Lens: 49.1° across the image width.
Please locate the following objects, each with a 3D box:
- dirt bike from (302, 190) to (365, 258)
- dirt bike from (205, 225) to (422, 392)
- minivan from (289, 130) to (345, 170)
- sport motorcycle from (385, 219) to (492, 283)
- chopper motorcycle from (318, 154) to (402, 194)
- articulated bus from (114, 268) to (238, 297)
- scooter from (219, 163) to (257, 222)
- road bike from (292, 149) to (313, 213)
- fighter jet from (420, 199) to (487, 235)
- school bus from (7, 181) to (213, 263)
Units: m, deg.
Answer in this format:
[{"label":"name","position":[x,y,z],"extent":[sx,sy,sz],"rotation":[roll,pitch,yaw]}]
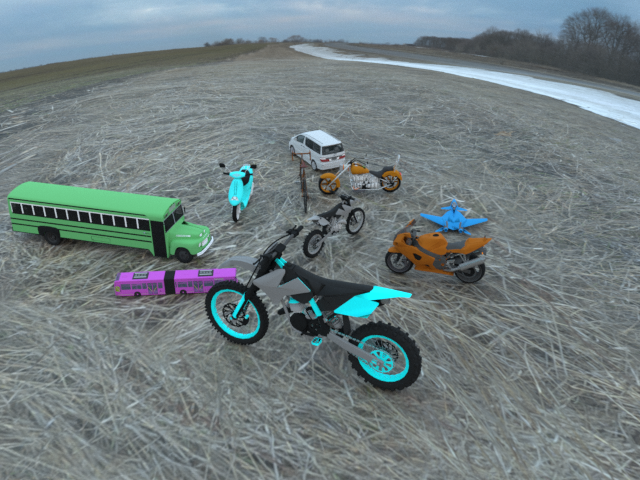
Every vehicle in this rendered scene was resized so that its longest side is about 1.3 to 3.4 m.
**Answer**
[{"label":"dirt bike","position":[0.241,-0.299,11.206],"extent":[0.527,0.857,1.493],"rotation":[23,36,36]},{"label":"dirt bike","position":[-0.166,0.817,8.300],"extent":[2.903,1.666,1.024],"rotation":[13,31,22]},{"label":"minivan","position":[-0.088,-1.925,14.457],"extent":[0.681,0.616,1.548],"rotation":[-15,32,-25]},{"label":"sport motorcycle","position":[1.717,0.202,10.320],"extent":[1.520,0.821,0.506],"rotation":[7,29,13]},{"label":"chopper motorcycle","position":[0.752,-1.218,13.001],"extent":[1.563,0.761,0.466],"rotation":[-1,28,-1]},{"label":"articulated bus","position":[-2.061,0.610,10.126],"extent":[1.749,0.289,0.311],"rotation":[-2,29,-4]},{"label":"scooter","position":[-1.399,-0.983,12.402],"extent":[0.662,0.919,1.399],"rotation":[3,29,5]},{"label":"road bike","position":[-0.306,-1.111,12.708],"extent":[0.358,0.852,1.545],"rotation":[-2,29,-4]},{"label":"fighter jet","position":[2.336,-0.510,12.194],"extent":[1.147,0.286,1.358],"rotation":[5,29,9]},{"label":"school bus","position":[-3.354,-0.318,11.255],"extent":[3.322,0.844,0.709],"rotation":[7,29,13]}]
